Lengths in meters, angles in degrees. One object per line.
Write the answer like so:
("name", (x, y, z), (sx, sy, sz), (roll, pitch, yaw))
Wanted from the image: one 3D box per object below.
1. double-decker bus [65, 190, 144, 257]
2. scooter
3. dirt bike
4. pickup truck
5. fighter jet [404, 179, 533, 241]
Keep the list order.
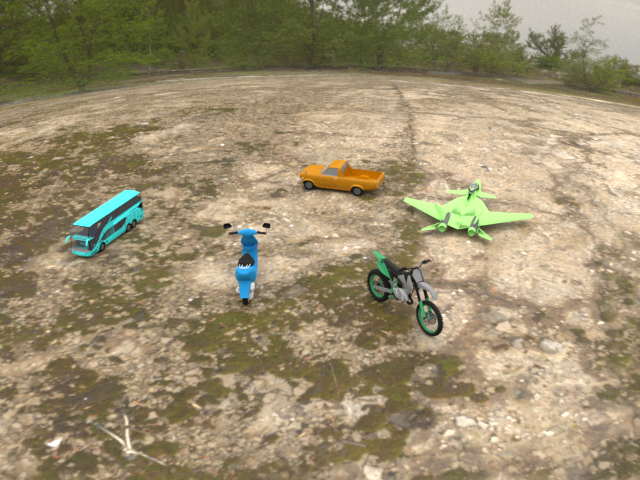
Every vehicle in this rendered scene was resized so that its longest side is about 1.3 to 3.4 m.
("double-decker bus", (-3.435, -0.271, 11.322), (0.389, 0.541, 1.672), (8, 27, 16))
("scooter", (-1.016, 0.250, 9.807), (0.662, 0.919, 1.399), (-1, 26, -1))
("dirt bike", (1.094, 0.628, 9.094), (0.527, 0.857, 1.493), (-16, 30, -30))
("pickup truck", (0.415, -1.222, 13.328), (1.603, 0.511, 0.640), (8, 27, 17))
("fighter jet", (2.637, -0.777, 12.351), (2.229, 0.557, 2.640), (9, 27, 18))
